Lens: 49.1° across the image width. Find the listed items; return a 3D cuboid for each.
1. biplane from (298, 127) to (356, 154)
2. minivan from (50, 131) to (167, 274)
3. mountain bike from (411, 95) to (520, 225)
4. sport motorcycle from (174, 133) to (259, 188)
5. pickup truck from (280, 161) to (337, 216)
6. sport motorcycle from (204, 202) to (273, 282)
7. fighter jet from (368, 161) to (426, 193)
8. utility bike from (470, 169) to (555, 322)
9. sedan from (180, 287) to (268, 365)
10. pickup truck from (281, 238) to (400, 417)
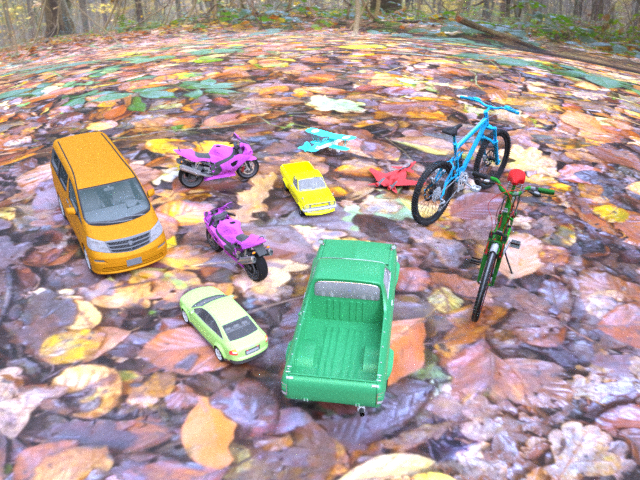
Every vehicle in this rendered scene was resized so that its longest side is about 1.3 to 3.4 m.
[{"bbox_3d":[0.079,-1.899,13.690,1.090,0.504,1.336,-26,40,-35],"label":"biplane"},{"bbox_3d":[-3.381,-0.642,10.972,1.324,1.197,3.011,-16,35,-24],"label":"minivan"},{"bbox_3d":[2.438,-1.342,11.646,1.114,1.688,2.857,26,40,36],"label":"mountain bike"},{"bbox_3d":[-1.836,-1.397,12.566,1.520,0.821,0.506,-11,33,-17],"label":"sport motorcycle"},{"bbox_3d":[-0.226,-0.958,12.146,0.640,0.511,1.603,-9,33,-15],"label":"pickup truck"},{"bbox_3d":[-1.244,0.020,10.250,0.506,0.821,1.520,-24,39,-34],"label":"sport motorcycle"},{"bbox_3d":[1.471,-1.282,12.890,1.147,0.286,1.358,19,36,28],"label":"fighter jet"},{"bbox_3d":[2.568,-0.168,9.583,1.039,1.839,2.791,12,33,18],"label":"utility bike"},{"bbox_3d":[-1.268,1.001,8.971,0.635,0.483,1.613,-21,37,-30],"label":"sedan"},{"bbox_3d":[0.340,0.846,8.737,1.244,0.993,3.117,4,32,7],"label":"pickup truck"}]
